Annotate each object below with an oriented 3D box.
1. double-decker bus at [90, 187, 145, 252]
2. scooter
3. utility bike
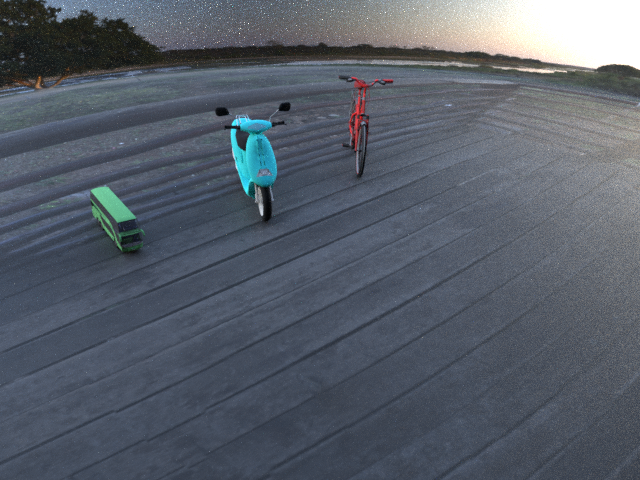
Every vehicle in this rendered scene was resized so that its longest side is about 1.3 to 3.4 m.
[{"bbox_3d":[-3.278,-0.333,11.235,0.389,0.541,1.672,-16,31,-28],"label":"double-decker bus"},{"bbox_3d":[-1.191,-1.600,12.348,1.288,1.786,2.721,-7,28,-13],"label":"scooter"},{"bbox_3d":[0.862,-2.453,13.960,1.039,1.839,2.791,-1,27,-1],"label":"utility bike"}]
